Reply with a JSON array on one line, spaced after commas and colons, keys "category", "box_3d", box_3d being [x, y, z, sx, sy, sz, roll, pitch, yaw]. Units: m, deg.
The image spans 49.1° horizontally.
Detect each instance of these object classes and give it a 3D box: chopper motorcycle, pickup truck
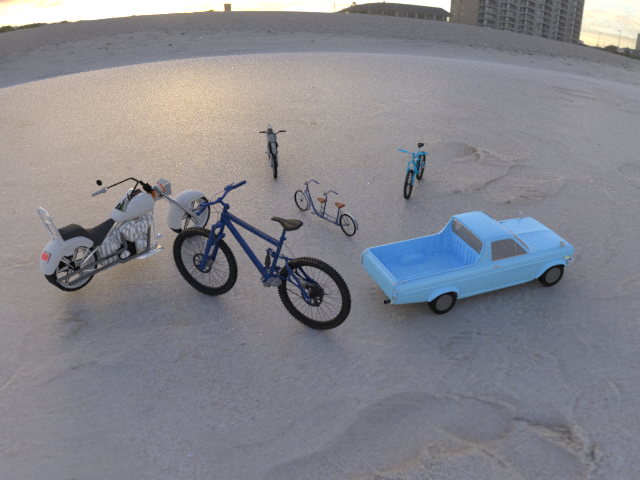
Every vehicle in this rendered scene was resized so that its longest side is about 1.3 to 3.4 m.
[{"category": "chopper motorcycle", "box_3d": [-2.906, -0.309, 10.731, 0.906, 1.480, 3.040, 22, 37, 34]}, {"category": "pickup truck", "box_3d": [2.206, 0.210, 10.314, 3.117, 0.993, 1.244, -11, 32, -19]}]

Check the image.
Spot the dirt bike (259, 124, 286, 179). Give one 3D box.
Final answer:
[{"category": "dirt bike", "box_3d": [-0.953, -1.848, 14.052, 0.527, 0.857, 1.493, -4, 30, -7]}]

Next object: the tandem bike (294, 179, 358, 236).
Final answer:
[{"category": "tandem bike", "box_3d": [0.079, -0.590, 12.027, 0.283, 0.682, 1.642, -23, 37, -35]}]

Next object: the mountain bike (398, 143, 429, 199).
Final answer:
[{"category": "mountain bike", "box_3d": [1.801, -1.373, 13.209, 0.573, 0.868, 1.469, 11, 31, 18]}]

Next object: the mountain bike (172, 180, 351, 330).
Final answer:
[{"category": "mountain bike", "box_3d": [-0.866, 0.252, 9.539, 2.857, 1.688, 1.114, 15, 33, 24]}]
